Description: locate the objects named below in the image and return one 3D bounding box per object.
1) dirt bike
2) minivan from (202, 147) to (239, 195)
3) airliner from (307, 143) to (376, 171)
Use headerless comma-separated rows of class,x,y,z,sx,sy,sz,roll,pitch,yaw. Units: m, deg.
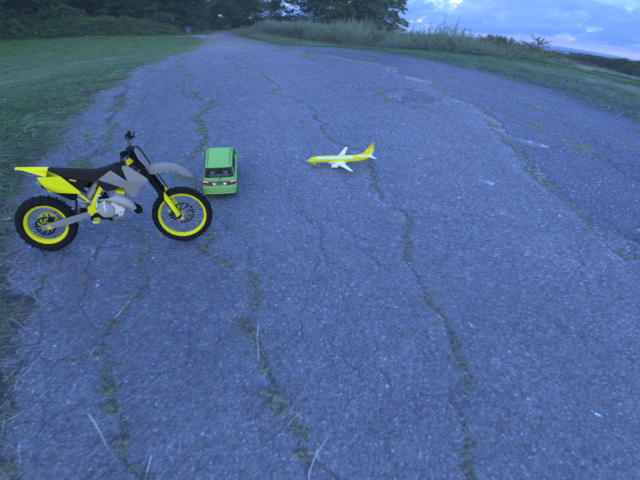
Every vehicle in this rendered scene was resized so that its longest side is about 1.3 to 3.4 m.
dirt bike,-3.082,-0.649,10.369,2.903,1.666,1.024,-4,30,-7
minivan,-1.797,-1.336,12.629,0.681,0.616,1.548,-3,30,-5
airliner,0.409,-1.634,13.336,1.307,0.429,1.161,-1,30,-3
